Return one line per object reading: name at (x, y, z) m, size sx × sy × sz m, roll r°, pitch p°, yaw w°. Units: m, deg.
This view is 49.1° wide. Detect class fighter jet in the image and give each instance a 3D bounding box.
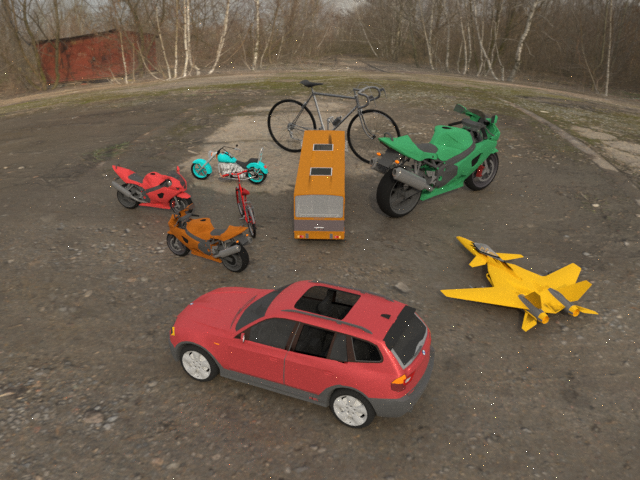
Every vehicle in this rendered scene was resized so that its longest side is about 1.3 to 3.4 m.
fighter jet at (2.648, 0.344, 9.989) m, size 2.229 × 0.557 × 2.640 m, roll -10°, pitch 28°, yaw -18°

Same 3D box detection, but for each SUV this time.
SUV at (-0.248, 1.070, 7.893) m, size 3.058 × 1.128 × 1.276 m, roll 11°, pitch 29°, yaw 22°

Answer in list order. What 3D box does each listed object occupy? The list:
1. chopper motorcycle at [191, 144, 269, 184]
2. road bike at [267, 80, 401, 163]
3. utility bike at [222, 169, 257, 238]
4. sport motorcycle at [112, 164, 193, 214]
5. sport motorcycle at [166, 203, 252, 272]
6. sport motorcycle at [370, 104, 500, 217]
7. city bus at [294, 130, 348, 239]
chopper motorcycle at (-1.746, -1.467, 13.395) m, size 1.563 × 0.761 × 0.466 m, roll 7°, pitch 27°, yaw 14°
road bike at (0.241, -2.466, 14.395) m, size 3.004 × 1.656 × 0.697 m, roll 11°, pitch 29°, yaw 22°
utility bike at (-1.288, -0.636, 11.519) m, size 0.535 × 0.946 × 1.435 m, roll -8°, pitch 28°, yaw -16°
sport motorcycle at (-2.892, -0.863, 12.116) m, size 1.520 × 0.821 × 0.506 m, roll 9°, pitch 28°, yaw 17°
sport motorcycle at (-1.689, -0.012, 10.409) m, size 1.520 × 0.821 × 0.506 m, roll 14°, pitch 30°, yaw 25°
sport motorcycle at (2.140, -1.389, 12.302) m, size 2.955 × 1.596 × 0.983 m, roll -18°, pitch 32°, yaw -32°
city bus at (0.040, -1.013, 12.334) m, size 0.926 × 0.894 × 3.255 m, roll 1°, pitch 27°, yaw 2°
